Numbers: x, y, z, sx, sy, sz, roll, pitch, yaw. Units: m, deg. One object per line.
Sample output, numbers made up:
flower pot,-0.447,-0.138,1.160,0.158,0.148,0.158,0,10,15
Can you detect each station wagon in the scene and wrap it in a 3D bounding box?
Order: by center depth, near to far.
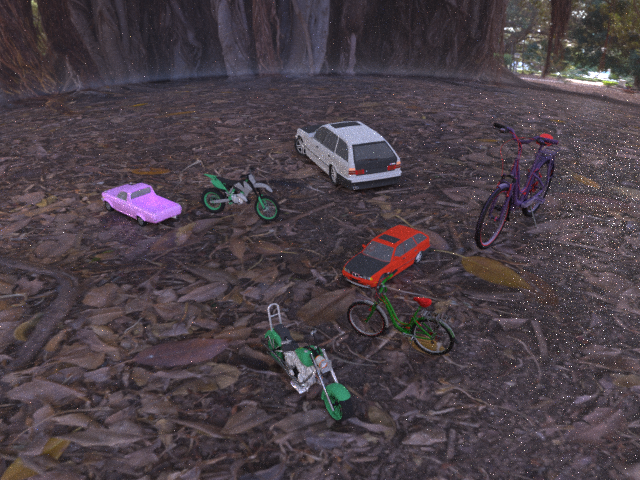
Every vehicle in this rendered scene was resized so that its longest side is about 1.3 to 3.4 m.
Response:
station wagon,0.989,0.199,10.316,0.682,0.473,1.597,20,32,35
station wagon,0.484,-1.910,14.130,1.327,0.920,3.105,-10,28,-19

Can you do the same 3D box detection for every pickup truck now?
pickup truck,-3.093,-0.664,12.042,1.603,0.511,0.640,21,33,36

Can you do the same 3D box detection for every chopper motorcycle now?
chopper motorcycle,-0.151,1.324,7.680,0.466,0.761,1.563,-17,31,-31

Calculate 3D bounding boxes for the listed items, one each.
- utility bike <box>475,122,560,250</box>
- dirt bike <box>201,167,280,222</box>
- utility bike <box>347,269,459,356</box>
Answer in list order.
utility bike,3.298,-0.959,11.132,1.039,1.839,2.791,20,32,34
dirt bike,-1.366,-0.782,11.889,1.493,0.857,0.527,9,28,19
utility bike,0.954,0.907,8.324,1.435,0.946,0.535,12,29,24
